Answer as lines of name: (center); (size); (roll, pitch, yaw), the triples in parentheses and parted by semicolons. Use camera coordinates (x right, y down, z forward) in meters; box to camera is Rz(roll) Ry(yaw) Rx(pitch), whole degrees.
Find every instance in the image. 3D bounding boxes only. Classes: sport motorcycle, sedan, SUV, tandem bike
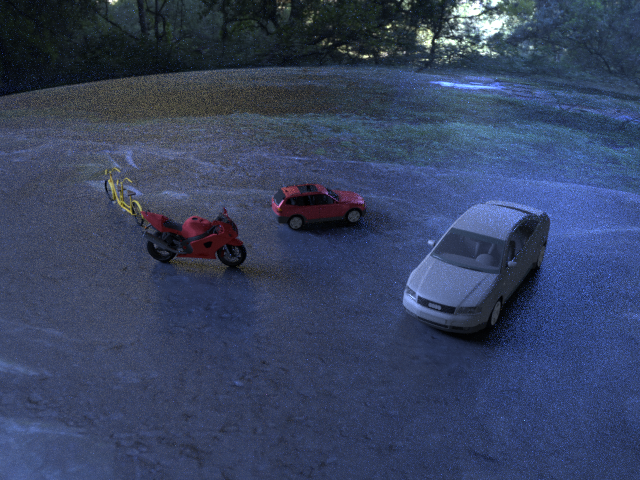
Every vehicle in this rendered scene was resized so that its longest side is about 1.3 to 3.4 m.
sport motorcycle: (-1.795, -0.028, 9.988); (1.520, 0.821, 0.506); (4, 27, 9)
sedan: (2.185, 0.178, 9.443); (1.235, 0.940, 3.137); (16, 31, 29)
SUV: (-0.022, -0.602, 11.404); (1.572, 0.580, 0.656); (-7, 27, -14)
tandem bike: (-3.273, -0.756, 11.600); (0.283, 0.682, 1.642); (-18, 32, -32)
